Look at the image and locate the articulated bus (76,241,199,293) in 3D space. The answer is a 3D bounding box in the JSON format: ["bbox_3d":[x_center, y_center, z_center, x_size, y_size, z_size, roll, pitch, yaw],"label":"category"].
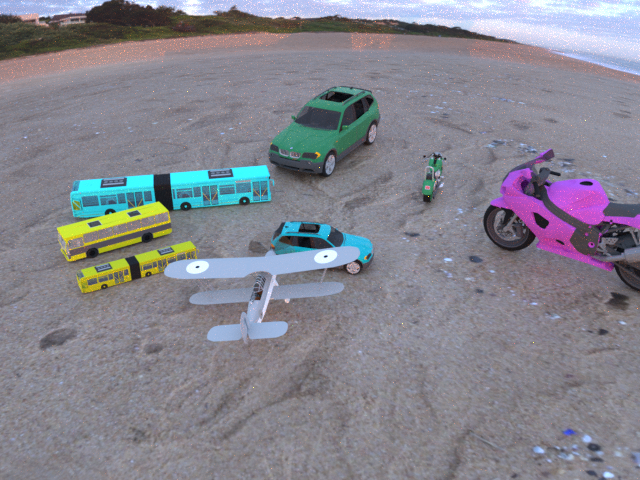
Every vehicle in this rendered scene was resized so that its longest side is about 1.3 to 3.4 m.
[{"bbox_3d":[-2.642,0.385,10.252,1.749,0.289,0.311,-16,33,-26],"label":"articulated bus"}]

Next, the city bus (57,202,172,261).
[{"bbox_3d":[-3.201,-0.129,10.988,1.674,0.460,0.476,-18,34,-29],"label":"city bus"}]

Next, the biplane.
[{"bbox_3d":[-0.813,0.683,9.017,2.598,0.981,2.120,3,30,5],"label":"biplane"}]

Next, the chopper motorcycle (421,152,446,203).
[{"bbox_3d":[2.069,-1.247,12.667,0.466,0.761,1.563,8,30,15],"label":"chopper motorcycle"}]

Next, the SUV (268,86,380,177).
[{"bbox_3d":[0.154,-2.274,14.115,1.276,1.128,3.058,15,33,25],"label":"SUV"}]

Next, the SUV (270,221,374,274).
[{"bbox_3d":[0.027,0.078,10.499,1.572,0.580,0.656,4,30,7],"label":"SUV"}]

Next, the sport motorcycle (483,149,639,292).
[{"bbox_3d":[3.783,-0.260,10.064,2.955,1.596,0.983,19,35,30],"label":"sport motorcycle"}]

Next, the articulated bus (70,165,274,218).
[{"bbox_3d":[-2.521,-0.844,12.155,3.401,0.561,0.605,-6,30,-10],"label":"articulated bus"}]
